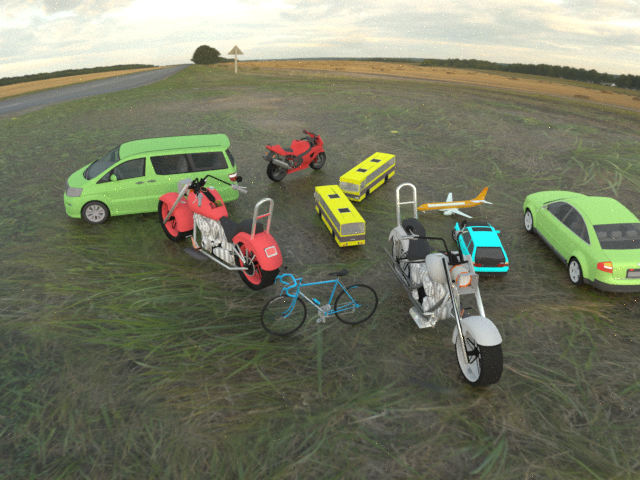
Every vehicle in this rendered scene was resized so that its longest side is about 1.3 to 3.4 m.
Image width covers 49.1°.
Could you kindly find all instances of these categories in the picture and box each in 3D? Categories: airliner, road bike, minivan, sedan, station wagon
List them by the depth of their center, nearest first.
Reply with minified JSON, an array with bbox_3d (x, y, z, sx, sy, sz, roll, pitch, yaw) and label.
[{"bbox_3d":[0.007,0.769,8.793,1.545,0.852,0.358,-7,26,-14],"label":"road bike"},{"bbox_3d":[4.107,-0.191,10.706,1.235,0.940,3.137,-3,26,-6],"label":"sedan"},{"bbox_3d":[2.465,0.030,10.783,0.682,0.473,1.597,1,25,1],"label":"station wagon"},{"bbox_3d":[2.349,-0.701,12.369,1.307,0.429,1.161,-4,26,-7],"label":"airliner"},{"bbox_3d":[-2.984,-1.130,12.378,3.011,1.197,1.324,-6,26,-12],"label":"minivan"}]

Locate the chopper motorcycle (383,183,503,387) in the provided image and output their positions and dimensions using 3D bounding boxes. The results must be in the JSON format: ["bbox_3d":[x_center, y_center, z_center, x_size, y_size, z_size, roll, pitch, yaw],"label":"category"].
[{"bbox_3d":[1.498,0.453,8.726,0.906,1.480,3.040,-6,26,-13],"label":"chopper motorcycle"}]

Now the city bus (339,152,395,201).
[{"bbox_3d":[0.924,-1.207,13.396,0.476,0.460,1.674,13,28,25],"label":"city bus"}]

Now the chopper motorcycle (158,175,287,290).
[{"bbox_3d":[-1.585,-0.316,10.341,0.906,1.480,3.040,-20,32,-36],"label":"chopper motorcycle"}]

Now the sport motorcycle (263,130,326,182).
[{"bbox_3d":[-0.466,-1.678,13.965,1.520,0.821,0.506,-20,32,-36],"label":"sport motorcycle"}]

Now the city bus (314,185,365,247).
[{"bbox_3d":[0.313,-0.407,11.717,0.476,0.460,1.674,-6,26,-13],"label":"city bus"}]
